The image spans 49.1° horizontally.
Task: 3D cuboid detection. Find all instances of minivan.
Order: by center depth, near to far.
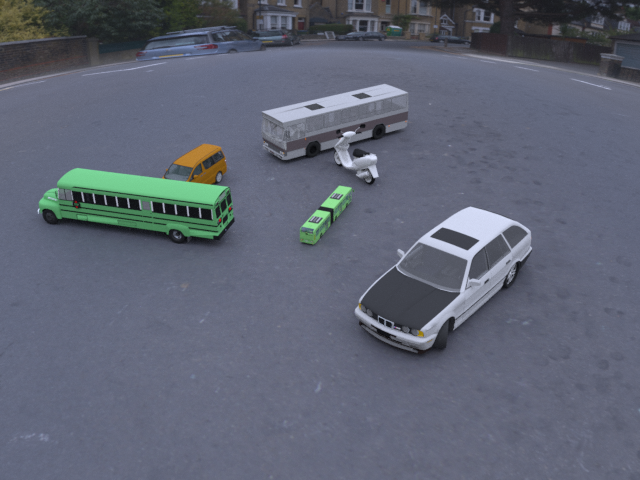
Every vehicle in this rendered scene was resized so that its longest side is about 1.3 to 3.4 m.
[{"bbox_3d":[-2.327,-1.211,12.726,0.681,0.616,1.548,14,32,22],"label":"minivan"}]

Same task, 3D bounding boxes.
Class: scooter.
[{"bbox_3d":[0.661,-1.648,13.189,0.662,0.919,1.399,-17,34,-27],"label":"scooter"}]

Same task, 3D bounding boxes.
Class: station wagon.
[{"bbox_3d":[1.764,0.393,9.584,1.327,0.920,3.105,22,36,34],"label":"station wagon"}]

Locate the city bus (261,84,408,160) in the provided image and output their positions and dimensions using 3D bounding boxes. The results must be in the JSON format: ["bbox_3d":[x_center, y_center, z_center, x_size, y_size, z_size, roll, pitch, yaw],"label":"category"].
[{"bbox_3d":[0.367,-2.472,14.668,3.255,0.894,0.926,-19,35,-30],"label":"city bus"}]

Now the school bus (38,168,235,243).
[{"bbox_3d":[-3.071,-0.592,11.400,3.322,0.844,0.709,8,30,14],"label":"school bus"}]

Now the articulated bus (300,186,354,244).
[{"bbox_3d":[0.126,-0.441,11.698,0.311,0.289,1.749,12,32,19],"label":"articulated bus"}]
